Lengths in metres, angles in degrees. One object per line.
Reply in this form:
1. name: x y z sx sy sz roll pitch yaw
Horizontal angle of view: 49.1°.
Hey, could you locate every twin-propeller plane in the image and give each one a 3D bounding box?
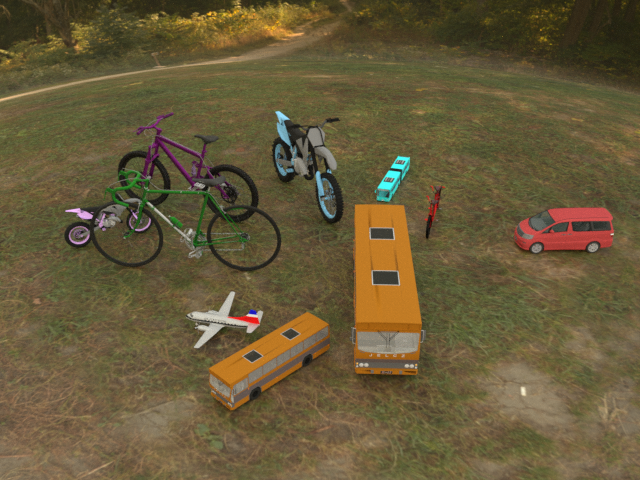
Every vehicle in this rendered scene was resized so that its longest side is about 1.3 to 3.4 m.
1. twin-propeller plane: -1.347 1.065 9.627 1.095 0.407 1.370 7 30 13

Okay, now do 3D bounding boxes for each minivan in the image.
1. minivan: 4.052 -0.182 11.657 1.548 0.616 0.681 -1 29 -1

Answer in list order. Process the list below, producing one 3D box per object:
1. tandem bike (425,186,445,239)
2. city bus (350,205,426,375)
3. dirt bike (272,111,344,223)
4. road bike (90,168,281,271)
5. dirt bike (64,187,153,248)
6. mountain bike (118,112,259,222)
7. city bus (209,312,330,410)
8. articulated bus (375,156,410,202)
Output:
1. tandem bike: 2.025 -0.628 12.390 0.283 0.682 1.642 8 30 14
2. city bus: 0.885 0.598 9.965 0.926 0.894 3.255 1 29 2
3. dirt bike: -0.265 -1.498 12.942 1.024 1.666 2.903 -13 32 -23
4. road bike: -2.095 -0.267 10.738 3.004 1.656 0.697 2 29 3
5. dirt bike: -3.559 -0.381 11.766 1.493 0.857 0.527 -15 32 -24
6. mountain bike: -2.405 -1.235 12.447 2.857 1.688 1.114 11 31 18
7. city bus: -0.600 1.503 8.785 0.476 0.460 1.674 26 38 38
8. articulated bus: 1.464 -1.233 13.884 0.311 0.289 1.749 10 30 17
